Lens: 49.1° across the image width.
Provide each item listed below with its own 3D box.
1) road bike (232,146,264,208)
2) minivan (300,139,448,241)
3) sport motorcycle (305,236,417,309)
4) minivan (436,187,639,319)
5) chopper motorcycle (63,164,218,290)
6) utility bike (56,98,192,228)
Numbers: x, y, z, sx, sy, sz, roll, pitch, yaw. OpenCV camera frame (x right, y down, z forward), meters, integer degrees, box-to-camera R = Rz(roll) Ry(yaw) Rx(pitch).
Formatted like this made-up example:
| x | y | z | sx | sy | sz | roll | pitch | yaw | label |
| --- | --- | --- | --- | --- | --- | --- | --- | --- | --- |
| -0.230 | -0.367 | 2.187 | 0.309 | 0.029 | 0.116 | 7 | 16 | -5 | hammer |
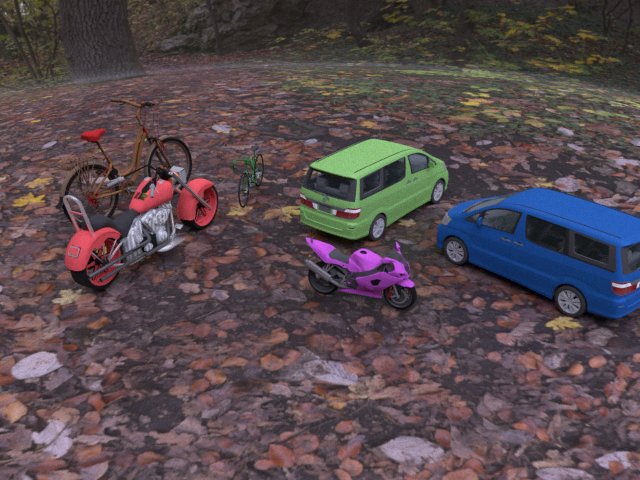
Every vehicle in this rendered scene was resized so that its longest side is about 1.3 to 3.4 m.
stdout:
| x | y | z | sx | sy | sz | roll | pitch | yaw | label |
| --- | --- | --- | --- | --- | --- | --- | --- | --- | --- |
| -1.194 | -1.165 | 12.180 | 0.358 | 0.852 | 1.545 | 5 | 27 | 10 | road bike |
| 0.985 | -0.983 | 11.431 | 1.324 | 1.197 | 3.011 | 20 | 33 | 34 | minivan |
| 0.521 | 0.422 | 9.050 | 1.520 | 0.821 | 0.506 | 10 | 28 | 20 | sport motorcycle |
| 2.992 | -0.019 | 9.509 | 1.324 | 1.197 | 3.011 | -21 | 34 | -36 | minivan |
| -2.439 | -0.425 | 10.003 | 0.906 | 1.480 | 3.040 | 13 | 29 | 24 | chopper motorcycle |
| -3.229 | -1.345 | 11.438 | 1.039 | 1.839 | 2.791 | 18 | 32 | 32 | utility bike |
